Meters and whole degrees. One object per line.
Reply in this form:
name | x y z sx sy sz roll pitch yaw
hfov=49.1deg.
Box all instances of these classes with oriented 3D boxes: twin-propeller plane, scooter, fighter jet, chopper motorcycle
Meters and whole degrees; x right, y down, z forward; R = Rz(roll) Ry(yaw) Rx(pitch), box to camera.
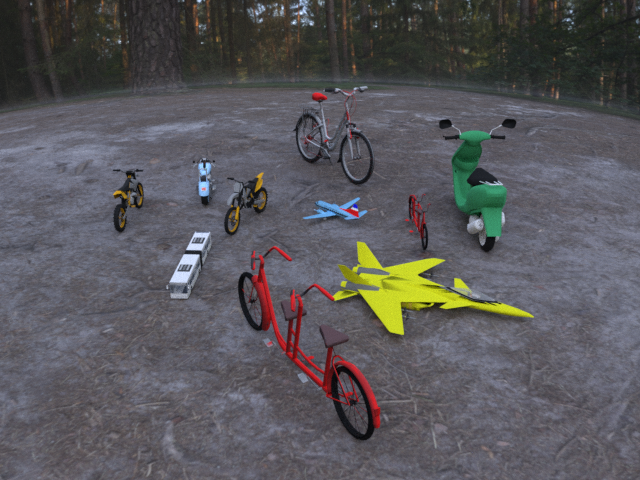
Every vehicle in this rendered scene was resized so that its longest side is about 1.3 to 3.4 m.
twin-propeller plane | 0.285 -0.562 12.221 1.370 0.407 1.095 -22 33 -39
scooter | 2.613 -1.053 11.645 1.288 1.786 2.721 -1 25 -1
fighter jet | 1.565 0.632 9.490 2.640 0.557 2.229 10 27 20
chopper motorcycle | -2.167 -1.223 13.219 0.466 0.761 1.563 -3 25 -6

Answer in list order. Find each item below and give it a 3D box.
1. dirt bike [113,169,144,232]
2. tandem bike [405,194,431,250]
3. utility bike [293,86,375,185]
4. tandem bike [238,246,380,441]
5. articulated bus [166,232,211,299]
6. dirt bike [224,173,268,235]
dirt bike | -3.328 -0.765 12.126 0.527 0.857 1.493 2 25 3
tandem bike | 1.631 -0.431 11.617 0.283 0.682 1.642 -1 25 -3
utility bike | 0.312 -2.289 14.227 1.039 1.839 2.791 -16 30 -31
tandem bike | -0.253 0.980 7.839 0.550 1.326 3.192 -14 28 -27
articulated bus | -1.910 0.343 10.425 0.311 0.289 1.749 1 25 3
dirt bike | -1.251 -0.689 11.962 0.527 0.857 1.493 10 27 20
